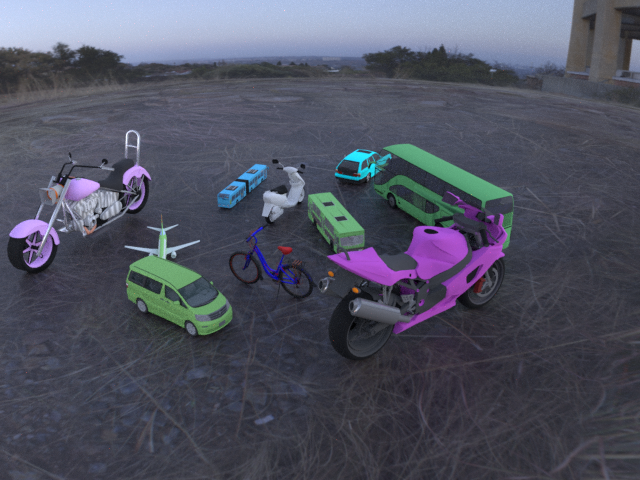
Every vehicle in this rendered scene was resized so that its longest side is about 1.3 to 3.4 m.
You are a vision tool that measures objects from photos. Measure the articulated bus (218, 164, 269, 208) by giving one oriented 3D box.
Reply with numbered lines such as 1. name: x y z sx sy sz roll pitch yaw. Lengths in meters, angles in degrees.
1. articulated bus: -1.446 -1.038 13.285 0.311 0.289 1.749 8 27 17

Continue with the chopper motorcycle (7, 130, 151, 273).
1. chopper motorcycle: -3.767 -0.675 11.149 0.906 1.480 3.040 11 28 22

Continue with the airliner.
1. airliner: -2.460 0.034 10.885 1.161 0.429 1.307 -4 26 -9

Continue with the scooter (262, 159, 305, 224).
1. scooter: -0.615 -0.885 12.236 0.662 0.919 1.399 12 28 24

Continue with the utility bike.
1. utility bike: -0.705 0.327 9.676 1.435 0.946 0.535 13 29 25

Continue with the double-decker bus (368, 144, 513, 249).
1. double-decker bus: 1.955 -0.784 11.872 0.756 1.052 3.251 -12 28 -24

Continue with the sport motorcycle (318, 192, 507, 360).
1. sport motorcycle: 1.292 0.445 8.678 2.955 1.596 0.983 -17 30 -32

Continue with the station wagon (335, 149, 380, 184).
1. station wagon: 0.908 -1.581 14.202 0.682 0.473 1.597 14 29 26

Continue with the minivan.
1. minivan: -1.866 0.716 9.247 1.548 0.616 0.681 18 31 32

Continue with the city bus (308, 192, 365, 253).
1. city bus: 0.238 -0.259 11.460 0.476 0.460 1.674 -8 27 -16
